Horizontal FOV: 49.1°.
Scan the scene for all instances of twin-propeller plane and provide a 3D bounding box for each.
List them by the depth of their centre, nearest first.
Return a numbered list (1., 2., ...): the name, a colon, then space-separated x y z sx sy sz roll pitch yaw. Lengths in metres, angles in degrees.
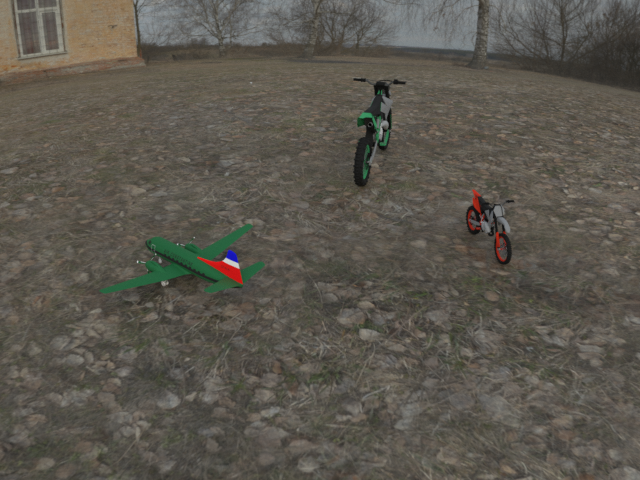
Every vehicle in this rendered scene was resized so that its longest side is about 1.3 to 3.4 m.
1. twin-propeller plane: -1.807 0.225 9.797 2.129 0.792 2.663 22 35 36

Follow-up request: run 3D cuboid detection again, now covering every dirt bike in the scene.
1. dirt bike: 2.586 -0.266 10.676 0.527 0.857 1.493 -6 28 -12
2. dirt bike: 1.060 -2.223 13.580 1.024 1.666 2.903 8 28 14
